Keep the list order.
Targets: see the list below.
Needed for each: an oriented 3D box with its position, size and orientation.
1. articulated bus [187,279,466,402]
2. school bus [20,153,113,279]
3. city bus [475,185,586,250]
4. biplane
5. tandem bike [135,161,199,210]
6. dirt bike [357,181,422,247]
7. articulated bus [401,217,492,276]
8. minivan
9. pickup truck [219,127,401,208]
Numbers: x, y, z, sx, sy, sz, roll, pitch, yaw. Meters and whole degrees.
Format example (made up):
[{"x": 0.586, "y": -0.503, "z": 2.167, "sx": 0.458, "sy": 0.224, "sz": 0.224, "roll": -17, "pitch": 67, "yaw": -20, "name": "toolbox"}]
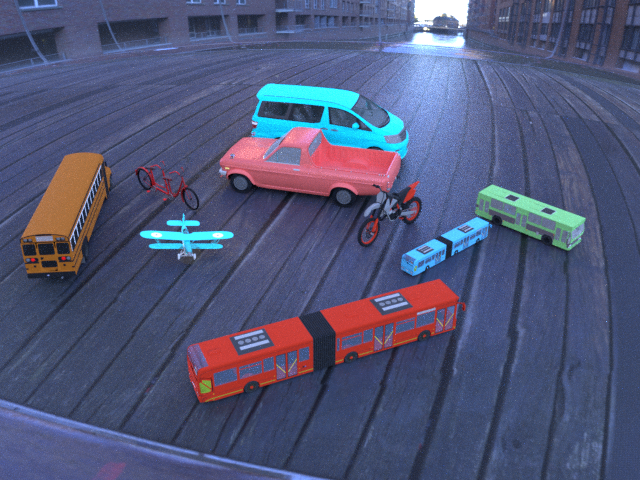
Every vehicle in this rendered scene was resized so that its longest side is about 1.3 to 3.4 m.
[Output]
[{"x": 0.134, "y": 1.165, "z": 8.410, "sx": 3.401, "sy": 0.561, "sz": 0.605, "roll": -13, "pitch": 33, "yaw": -20, "name": "articulated bus"}, {"x": -3.876, "y": -0.543, "z": 11.006, "sx": 0.709, "sy": 0.844, "sz": 3.322, "roll": -3, "pitch": 31, "yaw": -5, "name": "school bus"}, {"x": 3.291, "y": -0.357, "z": 11.068, "sx": 1.674, "sy": 0.460, "sz": 0.476, "roll": 27, "pitch": 40, "yaw": 37, "name": "city bus"}, {"x": -1.985, "y": -0.037, "z": 10.488, "sx": 1.336, "sy": 0.504, "sz": 1.090, "roll": -8, "pitch": 32, "yaw": -13, "name": "biplane"}, {"x": -2.632, "y": -1.004, "z": 11.939, "sx": 1.642, "sy": 0.682, "sz": 0.283, "roll": 23, "pitch": 38, "yaw": 33, "name": "tandem bike"}, {"x": 1.113, "y": -0.459, "z": 10.852, "sx": 1.493, "sy": 0.857, "sz": 0.527, "roll": -27, "pitch": 40, "yaw": -37, "name": "dirt bike"}, {"x": 1.905, "y": 0.082, "z": 10.498, "sx": 1.749, "sy": 0.289, "sz": 0.311, "roll": -24, "pitch": 38, "yaw": -35, "name": "articulated bus"}, {"x": 0.214, "y": -2.251, "z": 13.533, "sx": 3.011, "sy": 1.197, "sz": 1.324, "roll": 7, "pitch": 31, "yaw": 12, "name": "minivan"}, {"x": -0.176, "y": -1.367, "z": 12.246, "sx": 3.117, "sy": 0.993, "sz": 1.244, "roll": 8, "pitch": 32, "yaw": 14, "name": "pickup truck"}]
